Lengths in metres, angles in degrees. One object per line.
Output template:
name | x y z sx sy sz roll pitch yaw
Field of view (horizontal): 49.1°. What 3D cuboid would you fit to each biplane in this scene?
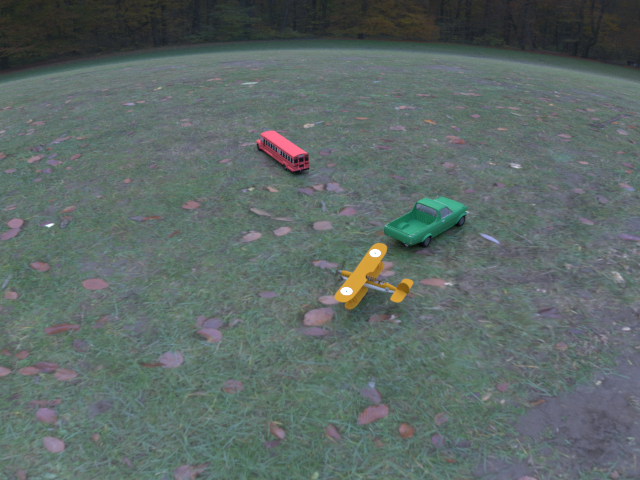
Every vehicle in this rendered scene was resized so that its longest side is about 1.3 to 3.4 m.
biplane | 0.716 0.596 9.619 1.090 0.504 1.336 15 33 25

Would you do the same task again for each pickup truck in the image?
pickup truck | 1.732 -0.348 11.288 0.640 0.511 1.603 26 38 37

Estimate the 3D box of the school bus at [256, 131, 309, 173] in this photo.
school bus | -0.778 -1.786 13.917 0.365 0.434 1.708 -16 33 -26
